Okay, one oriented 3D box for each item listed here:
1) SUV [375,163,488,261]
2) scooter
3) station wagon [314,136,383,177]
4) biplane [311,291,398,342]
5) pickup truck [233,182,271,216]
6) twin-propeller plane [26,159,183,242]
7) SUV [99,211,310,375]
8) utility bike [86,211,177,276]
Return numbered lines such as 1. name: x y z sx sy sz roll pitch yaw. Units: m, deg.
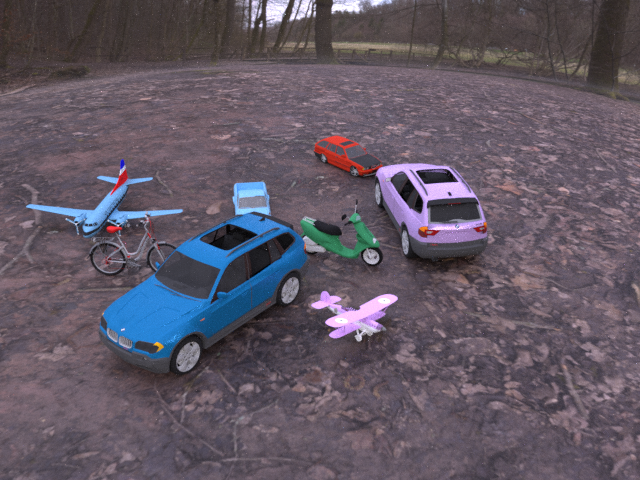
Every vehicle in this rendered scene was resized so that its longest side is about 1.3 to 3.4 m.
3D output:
1. SUV: 1.771 -0.695 11.525 1.276 1.128 3.058 -4 28 -8
2. scooter: 0.298 -0.109 10.633 1.399 0.919 0.662 11 29 19
3. station wagon: 0.568 -1.735 14.216 0.682 0.473 1.597 -21 34 -34
4. biplane: 0.426 0.962 9.035 1.090 0.504 1.336 22 35 36
5. pickup truck: -1.172 -0.623 12.053 0.640 0.511 1.603 -4 28 -7
6. twin-propeller plane: -3.590 -0.667 11.834 2.663 0.792 2.129 2 28 4
7. SUV: -1.420 0.561 9.128 1.276 1.128 3.058 20 33 33
8. utility bike: -2.720 0.077 10.249 1.435 0.946 0.535 1 28 1
